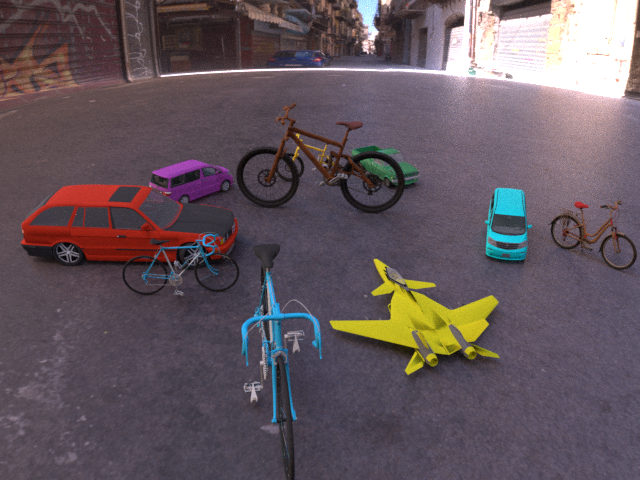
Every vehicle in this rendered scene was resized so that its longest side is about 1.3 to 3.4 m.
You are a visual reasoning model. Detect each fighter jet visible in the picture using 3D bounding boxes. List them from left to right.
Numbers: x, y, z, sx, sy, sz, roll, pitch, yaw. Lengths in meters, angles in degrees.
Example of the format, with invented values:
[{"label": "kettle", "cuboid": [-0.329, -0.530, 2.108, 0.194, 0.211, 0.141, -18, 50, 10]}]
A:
[{"label": "fighter jet", "cuboid": [1.154, 0.689, 8.930, 2.229, 0.557, 2.640, -7, 27, -14]}]

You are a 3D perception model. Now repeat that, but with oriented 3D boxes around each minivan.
[{"label": "minivan", "cuboid": [-2.254, -1.073, 12.405, 0.681, 0.616, 1.548, 22, 34, 37]}, {"label": "minivan", "cuboid": [2.882, -0.253, 10.758, 0.681, 0.616, 1.548, 6, 27, 12]}]

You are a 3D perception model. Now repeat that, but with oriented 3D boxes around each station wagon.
[{"label": "station wagon", "cuboid": [-2.786, -0.270, 10.450, 3.105, 0.920, 1.327, 1, 26, 3]}]

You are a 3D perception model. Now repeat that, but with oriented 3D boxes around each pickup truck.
[{"label": "pickup truck", "cuboid": [1.228, -1.477, 13.333, 0.640, 0.511, 1.603, -13, 29, -25]}]

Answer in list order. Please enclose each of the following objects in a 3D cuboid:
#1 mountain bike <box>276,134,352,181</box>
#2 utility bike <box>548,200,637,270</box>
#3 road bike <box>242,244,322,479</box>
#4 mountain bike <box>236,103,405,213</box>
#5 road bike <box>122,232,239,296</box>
[{"label": "mountain bike", "cuboid": [-0.114, -1.488, 12.955, 1.469, 0.868, 0.573, 1, 26, 2]}, {"label": "utility bike", "cuboid": [4.021, -0.185, 10.250, 0.535, 0.946, 1.435, -20, 33, -35]}, {"label": "road bike", "cuboid": [-0.464, 1.006, 7.061, 0.697, 1.656, 3.004, -4, 27, -8]}, {"label": "mountain bike", "cuboid": [-0.009, -1.281, 11.618, 2.857, 1.688, 1.114, 3, 27, 7]}, {"label": "road bike", "cuboid": [-1.857, 0.339, 9.304, 1.545, 0.852, 0.358, -2, 27, -5]}]
